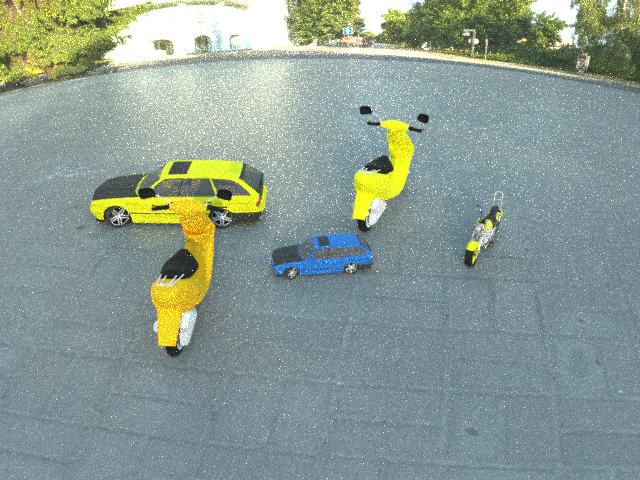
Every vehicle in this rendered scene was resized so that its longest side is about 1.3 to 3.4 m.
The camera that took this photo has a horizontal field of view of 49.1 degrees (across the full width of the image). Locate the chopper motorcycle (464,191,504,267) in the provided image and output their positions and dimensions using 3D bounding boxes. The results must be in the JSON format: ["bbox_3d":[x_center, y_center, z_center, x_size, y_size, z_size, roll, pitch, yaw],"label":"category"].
[{"bbox_3d":[2.690,-0.193,11.453,0.466,0.761,1.563,15,33,25],"label":"chopper motorcycle"}]

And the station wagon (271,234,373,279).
[{"bbox_3d":[0.018,0.218,11.012,1.597,0.473,0.682,-5,30,-8],"label":"station wagon"}]

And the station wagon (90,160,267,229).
[{"bbox_3d":[-2.524,-0.884,12.526,3.105,0.920,1.327,0,29,1],"label":"station wagon"}]

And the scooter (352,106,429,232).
[{"bbox_3d":[1.179,-1.367,12.504,1.288,1.786,2.721,12,31,20],"label":"scooter"}]

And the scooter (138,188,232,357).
[{"bbox_3d":[-1.839,0.241,9.625,1.288,1.786,2.721,1,29,2],"label":"scooter"}]
